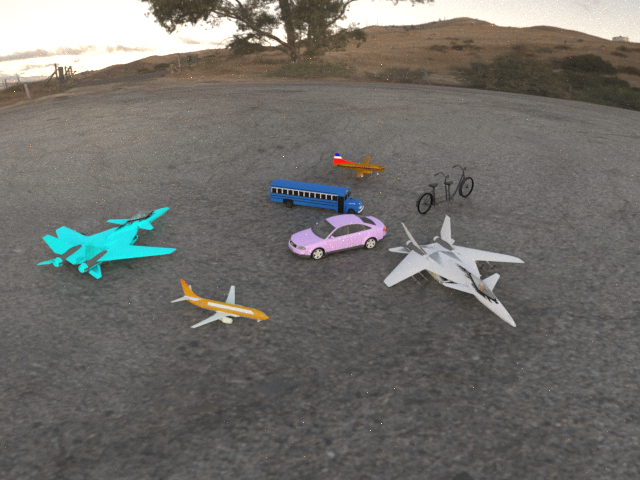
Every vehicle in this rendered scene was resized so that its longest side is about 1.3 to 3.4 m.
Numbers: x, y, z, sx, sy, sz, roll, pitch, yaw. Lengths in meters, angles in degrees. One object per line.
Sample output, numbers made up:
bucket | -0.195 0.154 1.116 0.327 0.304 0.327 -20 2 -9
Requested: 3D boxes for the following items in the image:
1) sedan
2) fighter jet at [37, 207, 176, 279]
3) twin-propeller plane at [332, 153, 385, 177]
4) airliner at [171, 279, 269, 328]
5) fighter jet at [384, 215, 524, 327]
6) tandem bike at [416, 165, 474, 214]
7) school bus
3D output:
sedan | 0.278 -0.102 11.153 1.613 0.483 0.635 -11 27 -22
fighter jet | -3.208 -0.215 11.307 2.229 0.557 2.640 10 27 21
twin-propeller plane | 0.800 -1.557 14.351 1.095 0.407 1.370 6 26 12
airliner | -1.282 0.811 9.266 1.307 0.429 1.161 9 26 18
fighter jet | 2.045 0.420 9.952 2.229 0.557 2.640 -9 26 -18
tandem bike | 2.296 -0.940 12.709 1.642 0.682 0.283 -21 32 -37
school bus | -0.056 -0.778 12.656 1.708 0.434 0.365 8 26 17
